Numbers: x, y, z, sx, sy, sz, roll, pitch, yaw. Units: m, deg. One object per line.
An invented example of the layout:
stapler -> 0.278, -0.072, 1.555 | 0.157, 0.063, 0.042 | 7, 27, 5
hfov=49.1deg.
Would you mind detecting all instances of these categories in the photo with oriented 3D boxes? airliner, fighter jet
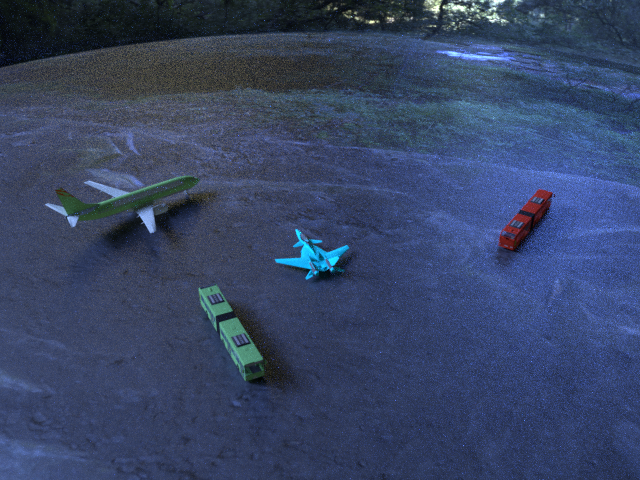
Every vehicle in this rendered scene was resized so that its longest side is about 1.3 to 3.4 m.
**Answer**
airliner -> -3.058, -0.820, 11.410 | 2.541, 0.835, 2.257 | -25, 39, -34
fighter jet -> -0.146, 0.091, 10.453 | 1.147, 0.286, 1.358 | -11, 33, -17

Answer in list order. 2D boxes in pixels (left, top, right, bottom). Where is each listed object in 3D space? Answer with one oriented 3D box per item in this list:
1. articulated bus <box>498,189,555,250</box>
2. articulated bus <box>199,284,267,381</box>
articulated bus -> 3.305, -0.348, 11.164 | 0.311, 0.289, 1.749 | 20, 37, 29
articulated bus -> -1.134, 1.119, 8.780 | 0.311, 0.289, 1.749 | -14, 34, -22
